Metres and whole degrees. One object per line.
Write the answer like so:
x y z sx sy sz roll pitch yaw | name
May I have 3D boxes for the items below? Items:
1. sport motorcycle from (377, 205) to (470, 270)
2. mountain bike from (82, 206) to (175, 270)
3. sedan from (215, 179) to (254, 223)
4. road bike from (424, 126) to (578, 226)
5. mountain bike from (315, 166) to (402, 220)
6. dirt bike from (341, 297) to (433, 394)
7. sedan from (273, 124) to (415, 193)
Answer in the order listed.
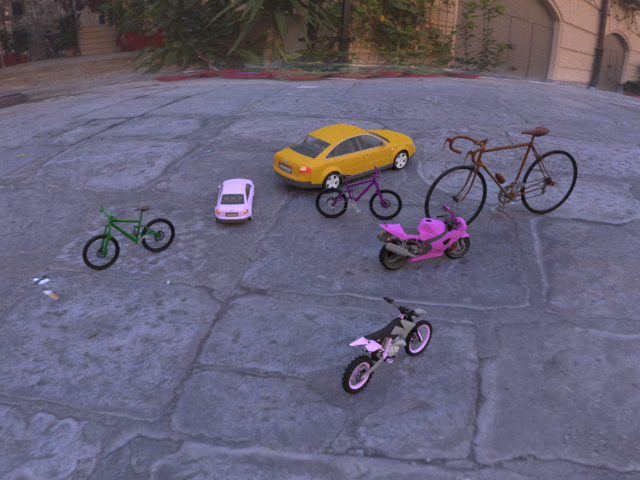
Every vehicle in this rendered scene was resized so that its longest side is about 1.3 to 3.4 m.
1.563 -0.008 10.385 1.520 0.821 0.506 -9 29 -16 | sport motorcycle
-2.859 -0.085 10.482 1.469 0.868 0.573 -19 33 -33 | mountain bike
-1.477 -0.769 12.227 0.635 0.483 1.613 -1 27 -2 | sedan
3.044 -1.035 11.463 3.004 1.656 0.697 -11 29 -20 | road bike
0.652 -0.747 11.764 1.469 0.868 0.573 2 27 4 | mountain bike
0.804 1.173 8.057 1.493 0.857 0.527 -23 35 -37 | dirt bike
0.546 -1.747 13.623 3.137 0.940 1.235 -20 34 -34 | sedan
